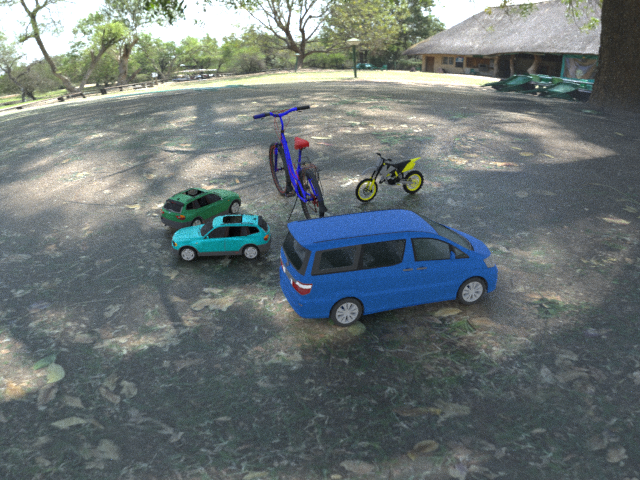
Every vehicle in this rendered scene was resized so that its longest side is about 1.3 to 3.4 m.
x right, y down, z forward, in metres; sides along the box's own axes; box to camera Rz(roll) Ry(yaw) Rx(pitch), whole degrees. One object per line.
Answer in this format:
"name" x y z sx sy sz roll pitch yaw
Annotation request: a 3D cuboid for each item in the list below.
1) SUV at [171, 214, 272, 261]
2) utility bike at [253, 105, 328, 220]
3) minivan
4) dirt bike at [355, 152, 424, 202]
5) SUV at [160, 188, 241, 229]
"SUV" -1.547 -0.069 11.019 1.572 0.580 0.656 -2 25 -4
"utility bike" -0.537 -1.326 12.227 1.039 1.839 2.791 -10 27 -20
"minivan" 0.980 0.259 9.586 3.011 1.197 1.324 -8 26 -16
"dirt bike" 1.325 -1.184 13.086 1.493 0.857 0.527 -12 28 -24
"SUV" -2.058 -0.623 12.210 0.656 0.580 1.572 17 30 32
